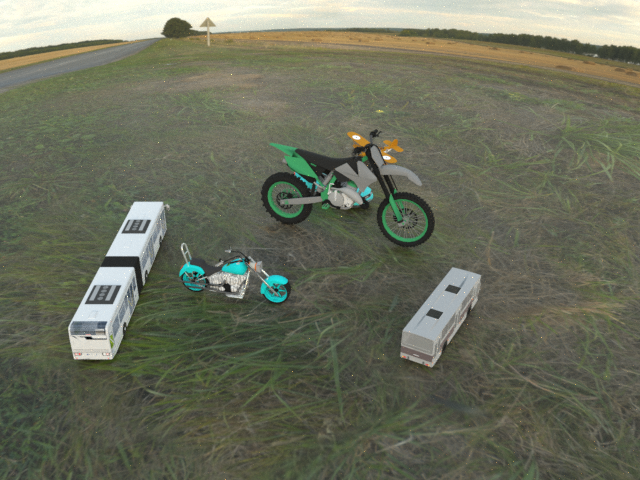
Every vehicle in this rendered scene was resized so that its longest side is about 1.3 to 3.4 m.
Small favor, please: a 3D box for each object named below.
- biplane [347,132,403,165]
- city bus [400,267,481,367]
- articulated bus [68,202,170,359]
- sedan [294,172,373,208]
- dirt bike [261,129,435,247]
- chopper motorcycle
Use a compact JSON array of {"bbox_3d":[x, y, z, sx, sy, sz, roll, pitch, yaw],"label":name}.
[{"bbox_3d":[1.118,-1.709,13.606,1.090,0.504,1.336,-21,35,-32],"label":"biplane"},{"bbox_3d":[1.559,0.964,8.894,0.476,0.460,1.674,16,33,26],"label":"city bus"},{"bbox_3d":[-2.709,0.419,9.760,0.605,0.561,3.401,0,29,0],"label":"articulated bus"},{"bbox_3d":[0.230,-1.017,12.397,1.613,0.483,0.635,25,38,37],"label":"sedan"},{"bbox_3d":[0.389,-0.819,10.836,2.903,1.666,1.024,12,31,20],"label":"dirt bike"},{"bbox_3d":[-1.167,0.453,9.497,1.563,0.761,0.466,6,30,10],"label":"chopper motorcycle"}]
